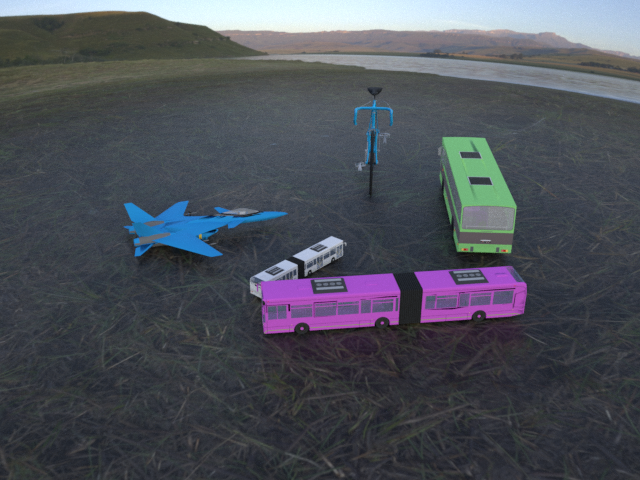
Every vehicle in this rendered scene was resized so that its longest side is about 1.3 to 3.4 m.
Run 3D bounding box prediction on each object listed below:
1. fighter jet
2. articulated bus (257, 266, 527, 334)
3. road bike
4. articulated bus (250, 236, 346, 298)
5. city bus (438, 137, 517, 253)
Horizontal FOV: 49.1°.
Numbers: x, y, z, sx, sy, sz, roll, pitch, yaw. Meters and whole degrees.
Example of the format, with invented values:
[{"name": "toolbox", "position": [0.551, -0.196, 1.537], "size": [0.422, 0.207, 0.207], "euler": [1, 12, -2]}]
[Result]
[{"name": "fighter jet", "position": [-1.758, -0.376, 11.258], "size": [2.640, 0.557, 2.229], "euler": [-10, 28, -20]}, {"name": "articulated bus", "position": [0.913, 0.755, 8.948], "size": [3.401, 0.561, 0.605], "euler": [-3, 26, -6]}, {"name": "road bike", "position": [1.012, -2.012, 13.345], "size": [0.697, 1.656, 3.004], "euler": [2, 26, 4]}, {"name": "articulated bus", "position": [-0.290, 0.373, 10.036], "size": [0.311, 0.289, 1.749], "euler": [21, 33, 36]}, {"name": "city bus", "position": [2.559, -0.802, 11.743], "size": [0.926, 0.894, 3.255], "euler": [2, 26, 3]}]
